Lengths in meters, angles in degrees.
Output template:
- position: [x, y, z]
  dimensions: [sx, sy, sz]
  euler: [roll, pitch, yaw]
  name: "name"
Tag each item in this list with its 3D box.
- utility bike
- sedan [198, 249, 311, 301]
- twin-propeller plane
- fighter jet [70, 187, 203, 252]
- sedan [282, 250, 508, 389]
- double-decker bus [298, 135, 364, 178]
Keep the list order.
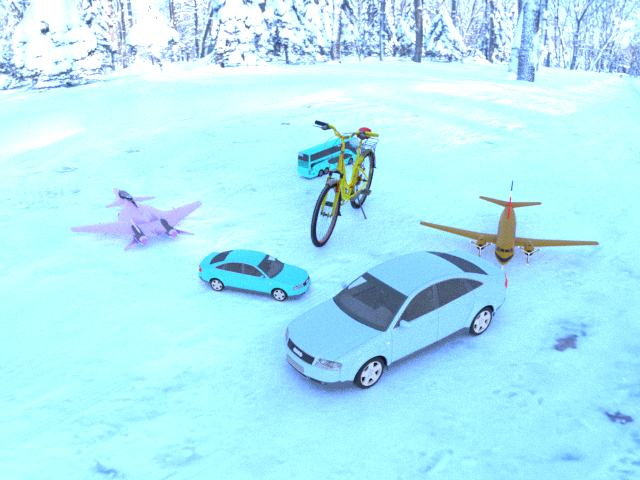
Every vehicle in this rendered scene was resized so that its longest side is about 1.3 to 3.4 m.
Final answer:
- position: [0.534, -1.076, 11.341]
  dimensions: [1.039, 1.839, 2.791]
  euler: [11, 28, 21]
  name: "utility bike"
- position: [-0.916, 0.438, 9.790]
  dimensions: [1.613, 0.483, 0.635]
  euler: [8, 27, 16]
  name: "sedan"
- position: [2.902, -0.243, 10.830]
  dimensions: [2.663, 0.792, 2.129]
  euler: [7, 27, 14]
  name: "twin-propeller plane"
- position: [-3.146, -0.616, 11.858]
  dimensions: [2.229, 0.557, 2.640]
  euler: [-15, 30, -27]
  name: "fighter jet"
- position: [0.971, 0.800, 8.531]
  dimensions: [3.137, 0.940, 1.235]
  euler: [-18, 31, -32]
  name: "sedan"
- position: [0.218, -1.697, 14.082]
  dimensions: [0.389, 0.541, 1.672]
  euler: [21, 33, 36]
  name: "double-decker bus"
